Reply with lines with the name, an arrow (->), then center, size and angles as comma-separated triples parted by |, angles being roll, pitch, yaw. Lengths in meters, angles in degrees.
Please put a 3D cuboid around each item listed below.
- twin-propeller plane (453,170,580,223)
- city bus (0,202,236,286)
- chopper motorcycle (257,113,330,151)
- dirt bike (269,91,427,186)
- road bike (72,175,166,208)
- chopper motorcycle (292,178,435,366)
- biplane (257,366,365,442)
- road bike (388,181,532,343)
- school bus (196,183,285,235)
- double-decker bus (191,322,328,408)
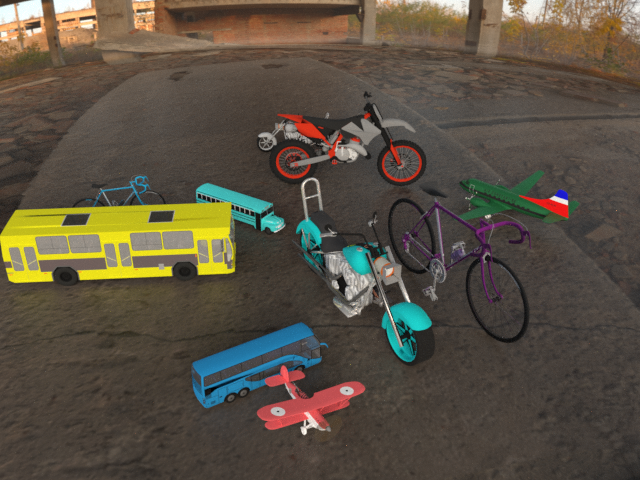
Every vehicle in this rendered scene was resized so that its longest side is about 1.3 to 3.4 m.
twin-propeller plane -> 3.263, -0.773, 11.929 | 2.663, 0.792, 2.129 | -26, 40, -37
city bus -> -2.909, 0.065, 10.410 | 3.255, 0.894, 0.926 | -2, 31, -4
chopper motorcycle -> -0.527, -2.218, 14.406 | 1.563, 0.761, 0.466 | -4, 31, -7
dirt bike -> 0.509, -1.758, 12.737 | 2.903, 1.666, 1.024 | 2, 31, 3
road bike -> -3.345, -0.603, 11.583 | 1.545, 0.852, 0.358 | -9, 32, -15
chopper motorcycle -> 0.524, 0.352, 9.348 | 0.906, 1.480, 3.040 | -16, 34, -26
biplane -> -0.160, 1.804, 7.850 | 1.336, 0.504, 1.090 | -18, 35, -27
road bike -> 1.799, 0.140, 9.534 | 0.696, 1.656, 3.004 | -16, 34, -25
school bus -> -1.351, -0.536, 11.879 | 1.708, 0.434, 0.365 | 19, 35, 28
double-decker bus -> -0.709, 1.467, 8.384 | 1.672, 0.541, 0.389 | -18, 35, -27
